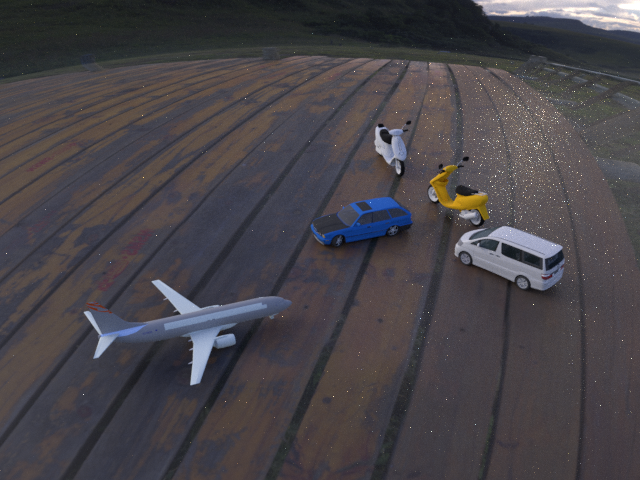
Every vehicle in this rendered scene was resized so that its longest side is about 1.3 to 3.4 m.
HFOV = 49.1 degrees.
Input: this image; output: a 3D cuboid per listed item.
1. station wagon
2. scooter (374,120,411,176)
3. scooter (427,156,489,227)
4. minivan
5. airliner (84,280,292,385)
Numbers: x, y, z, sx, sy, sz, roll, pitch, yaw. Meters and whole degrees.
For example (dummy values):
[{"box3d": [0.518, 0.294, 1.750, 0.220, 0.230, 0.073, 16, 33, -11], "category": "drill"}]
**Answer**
[{"box3d": [0.649, -0.322, 11.035, 1.597, 0.473, 0.682, -11, 32, -19], "category": "station wagon"}, {"box3d": [1.336, -1.852, 13.269, 0.662, 0.919, 1.399, -8, 31, -14], "category": "scooter"}, {"box3d": [2.260, -0.827, 11.471, 0.662, 0.919, 1.399, -18, 34, -29], "category": "scooter"}, {"box3d": [2.688, 0.173, 10.025, 1.548, 0.616, 0.681, 26, 38, 37], "category": "minivan"}, {"box3d": [-1.539, 0.854, 8.609, 2.541, 0.835, 2.257, -12, 32, -19], "category": "airliner"}]
